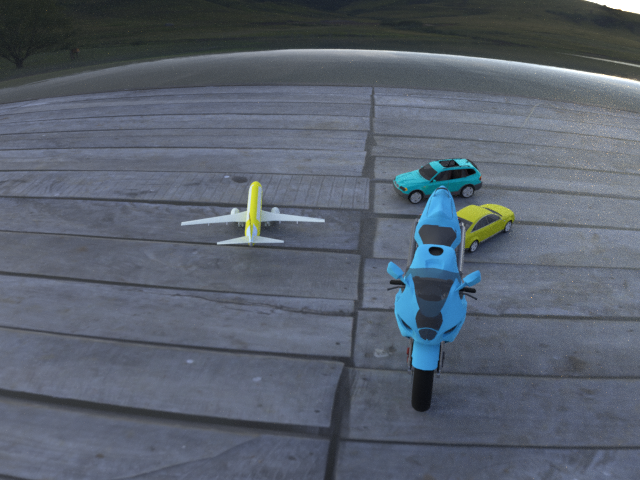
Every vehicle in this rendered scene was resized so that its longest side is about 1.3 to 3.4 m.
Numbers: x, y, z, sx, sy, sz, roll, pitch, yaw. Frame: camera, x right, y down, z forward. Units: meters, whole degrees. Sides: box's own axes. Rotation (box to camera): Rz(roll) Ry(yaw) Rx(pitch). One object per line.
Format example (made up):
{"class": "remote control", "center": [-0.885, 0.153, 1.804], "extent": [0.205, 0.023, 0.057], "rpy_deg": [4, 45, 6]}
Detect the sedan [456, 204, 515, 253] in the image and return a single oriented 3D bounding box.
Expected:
{"class": "sedan", "center": [2.470, -0.279, 11.033], "extent": [1.613, 0.483, 0.635], "rpy_deg": [-25, 38, -36]}

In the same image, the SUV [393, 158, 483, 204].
{"class": "SUV", "center": [2.076, -1.078, 12.348], "extent": [1.572, 0.580, 0.656], "rpy_deg": [-7, 30, -12]}

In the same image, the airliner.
{"class": "airliner", "center": [-1.067, -0.582, 11.212], "extent": [2.257, 0.835, 2.541], "rpy_deg": [-1, 30, -2]}

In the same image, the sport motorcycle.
{"class": "sport motorcycle", "center": [1.337, 0.605, 8.338], "extent": [0.983, 1.596, 2.955], "rpy_deg": [6, 30, 10]}
